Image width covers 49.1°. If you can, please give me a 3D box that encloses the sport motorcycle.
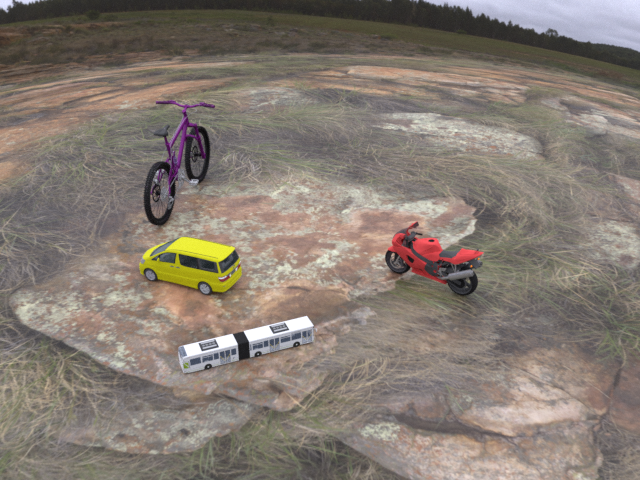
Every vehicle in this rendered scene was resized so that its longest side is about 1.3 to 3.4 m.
[{"bbox_3d":[1.632,0.285,10.217,1.520,0.821,0.506,18,34,29],"label":"sport motorcycle"}]

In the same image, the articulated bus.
[{"bbox_3d":[-0.907,1.323,8.903,1.749,0.289,0.311,-11,31,-20],"label":"articulated bus"}]

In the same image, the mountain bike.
[{"bbox_3d":[-2.514,-1.471,12.473,1.114,1.688,2.857,6,30,11],"label":"mountain bike"}]

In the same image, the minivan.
[{"bbox_3d":[-1.948,0.318,10.369,1.548,0.616,0.681,12,31,20],"label":"minivan"}]
